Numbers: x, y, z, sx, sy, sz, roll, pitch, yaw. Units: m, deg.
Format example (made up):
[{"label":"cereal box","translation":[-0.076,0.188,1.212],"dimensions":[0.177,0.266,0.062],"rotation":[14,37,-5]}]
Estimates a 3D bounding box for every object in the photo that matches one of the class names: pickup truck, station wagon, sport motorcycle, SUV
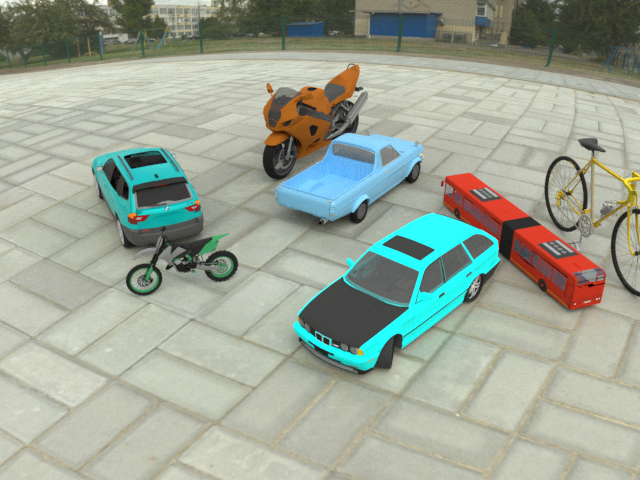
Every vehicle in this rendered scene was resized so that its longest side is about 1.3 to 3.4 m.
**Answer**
[{"label":"pickup truck","translation":[0.593,-1.172,11.682],"dimensions":[1.244,0.993,3.117],"rotation":[18,34,29]},{"label":"station wagon","translation":[1.031,0.503,8.717],"dimensions":[1.327,0.920,3.105],"rotation":[23,36,36]},{"label":"sport motorcycle","translation":[-0.108,-2.241,12.999],"dimensions":[0.983,1.596,2.955],"rotation":[18,34,30]},{"label":"SUV","translation":[-2.784,-0.905,11.058],"dimensions":[1.276,1.128,3.058],"rotation":[-13,32,-23]}]

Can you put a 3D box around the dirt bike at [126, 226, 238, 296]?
[{"label":"dirt bike","translation":[-1.813,0.270,9.205],"dimensions":[1.493,0.857,0.527],"rotation":[-10,30,-18]}]

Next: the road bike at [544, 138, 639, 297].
[{"label":"road bike","translation":[3.929,-0.481,9.740],"dimensions":[0.696,1.656,3.004],"rotation":[-6,29,-11]}]

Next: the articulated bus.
[{"label":"articulated bus","translation":[2.810,-0.105,10.193],"dimensions":[0.605,0.561,3.401],"rotation":[-10,30,-17]}]
